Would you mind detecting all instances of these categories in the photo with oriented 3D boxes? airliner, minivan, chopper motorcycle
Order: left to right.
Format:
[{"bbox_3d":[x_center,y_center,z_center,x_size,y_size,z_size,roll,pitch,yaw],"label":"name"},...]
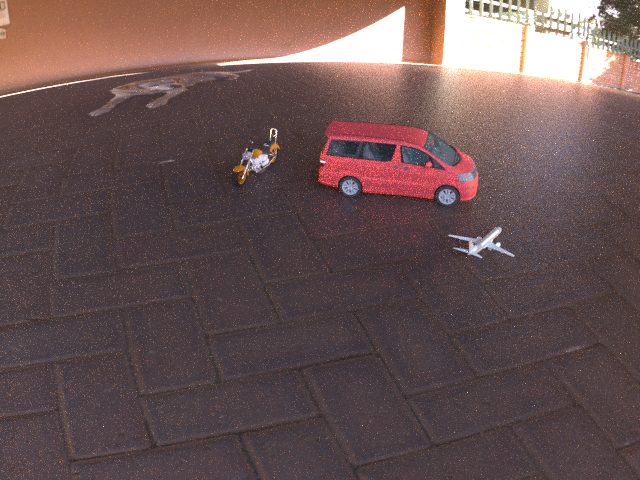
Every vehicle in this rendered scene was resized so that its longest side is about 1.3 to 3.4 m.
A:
[{"bbox_3d":[-1.288,-1.675,14.110,0.466,0.761,1.563,15,33,25],"label":"chopper motorcycle"},{"bbox_3d":[1.514,-1.505,13.362,3.011,1.197,1.324,6,30,11],"label":"minivan"},{"bbox_3d":[2.725,-0.052,11.552,1.161,0.429,1.307,20,35,32],"label":"airliner"}]
